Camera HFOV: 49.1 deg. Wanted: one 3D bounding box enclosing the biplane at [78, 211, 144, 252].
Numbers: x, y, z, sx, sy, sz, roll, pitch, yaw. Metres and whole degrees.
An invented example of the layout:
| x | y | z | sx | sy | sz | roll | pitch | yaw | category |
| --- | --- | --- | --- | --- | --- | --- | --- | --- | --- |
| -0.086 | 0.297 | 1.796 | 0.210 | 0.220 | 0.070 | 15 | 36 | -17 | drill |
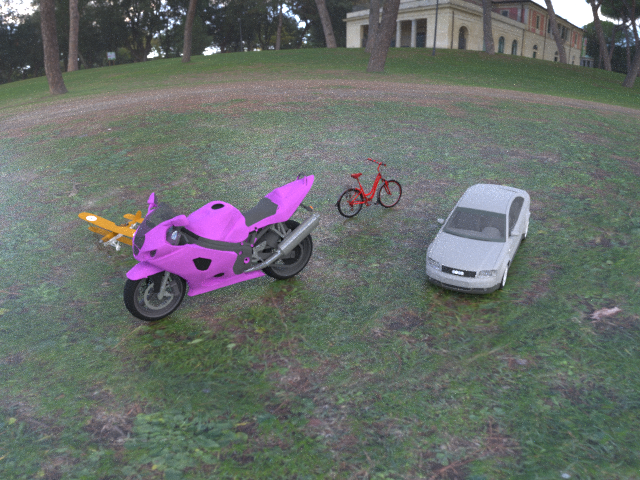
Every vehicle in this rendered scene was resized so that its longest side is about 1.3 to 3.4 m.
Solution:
| x | y | z | sx | sy | sz | roll | pitch | yaw | category |
| --- | --- | --- | --- | --- | --- | --- | --- | --- | --- |
| -3.195 | -0.157 | 11.315 | 1.336 | 0.504 | 1.090 | 10 | 27 | 20 | biplane |

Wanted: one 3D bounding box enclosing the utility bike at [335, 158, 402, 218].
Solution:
| x | y | z | sx | sy | sz | roll | pitch | yaw | category |
| --- | --- | --- | --- | --- | --- | --- | --- | --- | --- |
| 0.849 | -0.943 | 12.444 | 1.435 | 0.946 | 0.535 | -14 | 29 | -27 | utility bike |

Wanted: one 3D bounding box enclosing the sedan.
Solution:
| x | y | z | sx | sy | sz | roll | pitch | yaw | category |
| --- | --- | --- | --- | --- | --- | --- | --- | --- | --- |
| 2.519 | -0.192 | 10.886 | 1.235 | 0.940 | 3.137 | 11 | 28 | 22 | sedan |

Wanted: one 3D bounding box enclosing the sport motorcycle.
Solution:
| x | y | z | sx | sy | sz | roll | pitch | yaw | category |
| --- | --- | --- | --- | --- | --- | --- | --- | --- | --- |
| -1.304 | 0.070 | 9.582 | 2.955 | 1.596 | 0.983 | -17 | 30 | -31 | sport motorcycle |
